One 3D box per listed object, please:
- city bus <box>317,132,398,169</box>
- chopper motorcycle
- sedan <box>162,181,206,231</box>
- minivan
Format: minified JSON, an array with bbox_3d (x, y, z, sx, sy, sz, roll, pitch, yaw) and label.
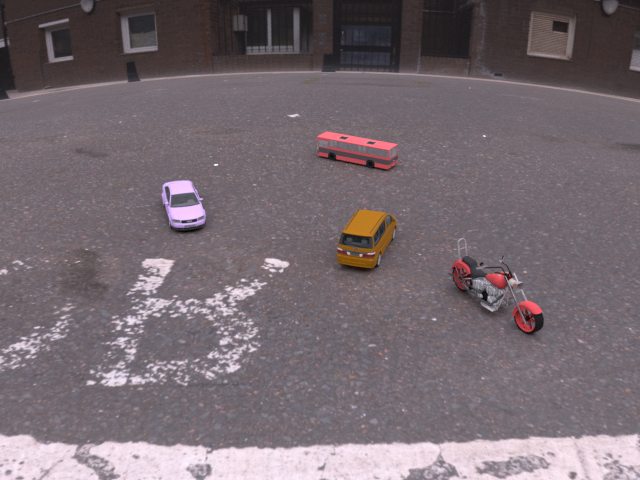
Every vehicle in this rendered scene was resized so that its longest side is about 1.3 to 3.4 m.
[{"bbox_3d":[0.748,-1.813,14.269,1.674,0.460,0.476,15,30,27],"label":"city bus"},{"bbox_3d":[2.278,0.580,9.073,0.466,0.761,1.563,-16,30,-29],"label":"chopper motorcycle"},{"bbox_3d":[-2.328,-0.649,11.882,0.635,0.483,1.613,-8,27,-16],"label":"sedan"},{"bbox_3d":[0.742,-0.114,10.647,0.681,0.616,1.548,9,28,17],"label":"minivan"}]
